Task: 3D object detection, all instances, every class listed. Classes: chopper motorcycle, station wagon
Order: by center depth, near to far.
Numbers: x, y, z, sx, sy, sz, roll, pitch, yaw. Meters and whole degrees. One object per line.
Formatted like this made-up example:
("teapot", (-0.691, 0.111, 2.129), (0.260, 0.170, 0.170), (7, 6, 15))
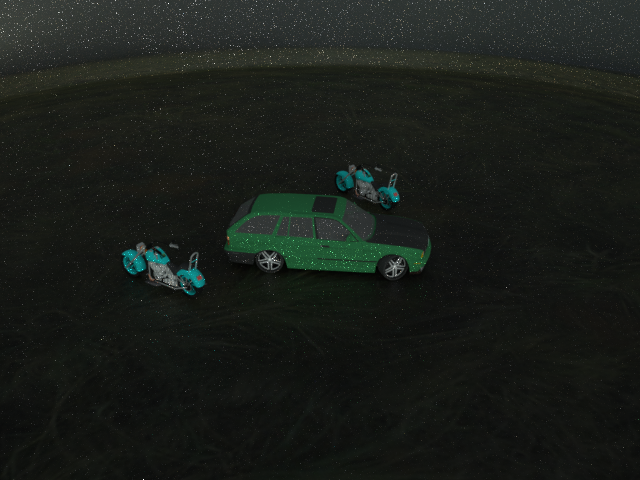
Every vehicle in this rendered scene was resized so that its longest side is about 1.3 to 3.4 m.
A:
("chopper motorcycle", (-2.271, 0.331, 9.964), (1.563, 0.761, 0.466), (17, 32, 29))
("station wagon", (0.139, -0.131, 10.685), (3.105, 0.920, 1.327), (3, 27, 6))
("chopper motorcycle", (0.828, -1.046, 12.631), (0.466, 0.761, 1.563), (-22, 34, -35))
